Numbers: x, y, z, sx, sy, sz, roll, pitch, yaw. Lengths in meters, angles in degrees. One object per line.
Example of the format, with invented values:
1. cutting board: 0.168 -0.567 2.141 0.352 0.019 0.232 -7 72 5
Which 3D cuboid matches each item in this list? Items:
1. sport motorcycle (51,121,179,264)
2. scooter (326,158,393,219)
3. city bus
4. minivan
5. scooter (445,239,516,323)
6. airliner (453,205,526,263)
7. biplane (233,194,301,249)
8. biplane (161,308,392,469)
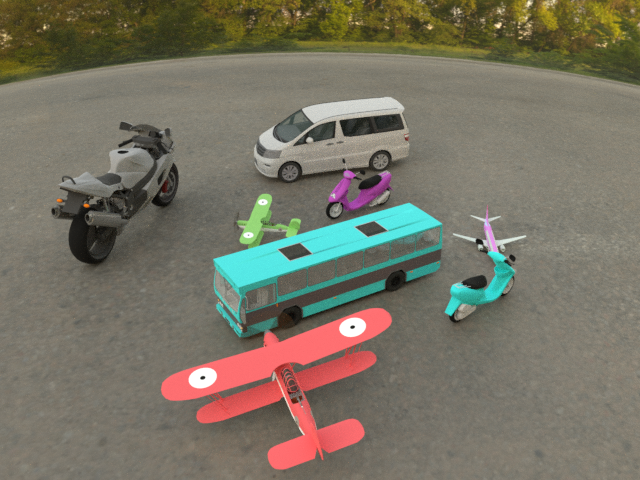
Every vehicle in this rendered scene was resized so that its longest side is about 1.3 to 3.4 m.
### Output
1. sport motorcycle: -3.104 -0.838 11.210 0.983 1.596 2.955 10 31 17
2. scooter: 0.695 -0.909 12.018 1.399 0.919 0.662 -17 34 -28
3. city bus: 0.179 0.389 9.770 3.255 0.894 0.926 -16 34 -26
4. minivan: 0.209 -2.000 13.646 3.011 1.197 1.324 -9 31 -15
5. scooter: 2.220 0.545 9.471 1.399 0.919 0.662 -22 36 -33
6. airliner: 2.714 -0.088 11.073 1.161 0.429 1.307 2 30 3
7. biplane: -0.856 -0.211 11.213 1.090 0.504 1.336 5 30 9
8. biplane: -0.342 1.617 7.533 2.598 0.981 2.120 -9 31 -16
